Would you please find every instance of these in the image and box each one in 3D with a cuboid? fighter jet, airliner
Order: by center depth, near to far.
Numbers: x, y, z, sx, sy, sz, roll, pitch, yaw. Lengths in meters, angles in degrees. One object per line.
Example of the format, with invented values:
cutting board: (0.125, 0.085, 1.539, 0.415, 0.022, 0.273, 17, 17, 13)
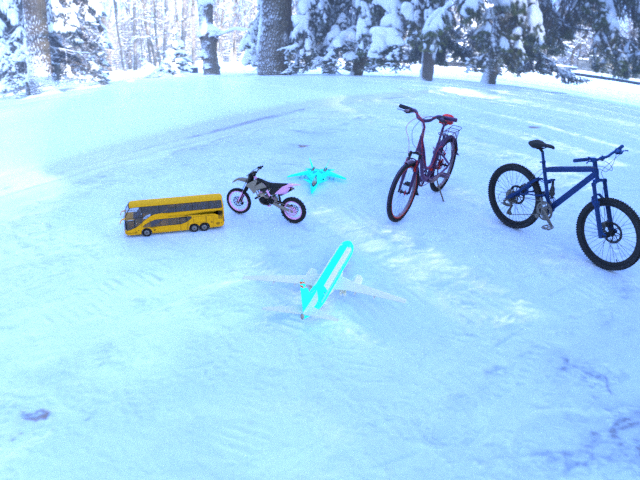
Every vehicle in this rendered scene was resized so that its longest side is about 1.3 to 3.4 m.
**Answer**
airliner: (0.109, 0.365, 9.488, 2.257, 0.835, 2.541, 7, 27, 15)
fighter jet: (-0.076, -1.218, 13.393, 1.147, 0.286, 1.358, 3, 26, 6)

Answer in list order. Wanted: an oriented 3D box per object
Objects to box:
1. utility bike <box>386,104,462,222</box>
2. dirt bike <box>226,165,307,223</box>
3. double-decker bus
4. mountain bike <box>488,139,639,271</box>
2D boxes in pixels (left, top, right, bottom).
utility bike: (1.943, -1.442, 12.072, 1.039, 1.839, 2.791, 16, 30, 29)
dirt bike: (-0.925, -0.758, 11.785, 1.493, 0.857, 0.527, 10, 28, 20)
double-decker bus: (-2.405, -0.411, 11.431, 1.672, 0.541, 0.389, -6, 26, -12)
mountain bike: (3.679, -0.669, 10.647, 1.114, 1.688, 2.857, -17, 30, -31)
